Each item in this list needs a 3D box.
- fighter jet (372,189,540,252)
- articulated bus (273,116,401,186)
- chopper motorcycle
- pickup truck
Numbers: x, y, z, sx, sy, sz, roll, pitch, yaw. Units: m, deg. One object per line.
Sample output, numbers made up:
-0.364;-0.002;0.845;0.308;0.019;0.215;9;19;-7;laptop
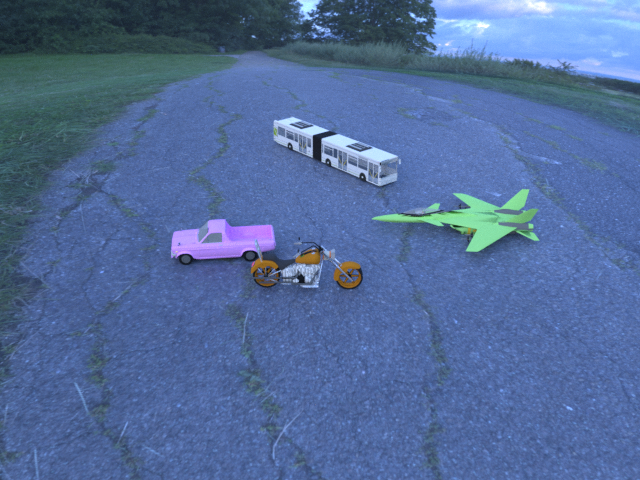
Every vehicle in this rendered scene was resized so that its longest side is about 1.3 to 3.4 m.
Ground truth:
2.178;-0.460;11.504;2.640;0.557;2.229;2;27;4;fighter jet
0.241;-1.854;14.239;0.605;0.561;3.401;-21;33;-35;articulated bus
-0.182;0.335;9.717;1.563;0.761;0.466;0;27;-1;chopper motorcycle
-1.474;-0.013;10.678;1.603;0.511;0.640;-3;27;-6;pickup truck
